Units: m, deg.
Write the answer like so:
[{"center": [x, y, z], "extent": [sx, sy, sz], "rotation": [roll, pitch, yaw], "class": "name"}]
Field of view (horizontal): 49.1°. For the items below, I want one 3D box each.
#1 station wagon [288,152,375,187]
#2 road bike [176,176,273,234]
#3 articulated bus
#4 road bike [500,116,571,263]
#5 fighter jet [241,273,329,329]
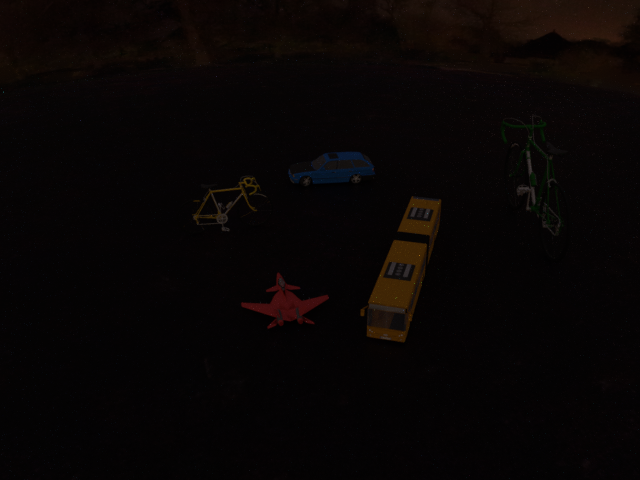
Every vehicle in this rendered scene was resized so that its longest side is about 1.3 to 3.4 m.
[{"center": [0.205, -1.350, 13.056], "extent": [1.597, 0.473, 0.682], "rotation": [-4, 27, -8], "class": "station wagon"}, {"center": [-1.493, -0.540, 11.040], "extent": [1.545, 0.852, 0.358], "rotation": [-8, 28, -15], "class": "road bike"}, {"center": [1.232, 0.274, 9.754], "extent": [0.605, 0.561, 3.401], "rotation": [7, 28, 14], "class": "articulated bus"}, {"center": [3.340, -0.887, 10.835], "extent": [0.697, 1.656, 3.004], "rotation": [-1, 27, -3], "class": "road bike"}, {"center": [-0.474, 0.686, 9.245], "extent": [1.147, 0.286, 1.358], "rotation": [-5, 27, -9], "class": "fighter jet"}]
